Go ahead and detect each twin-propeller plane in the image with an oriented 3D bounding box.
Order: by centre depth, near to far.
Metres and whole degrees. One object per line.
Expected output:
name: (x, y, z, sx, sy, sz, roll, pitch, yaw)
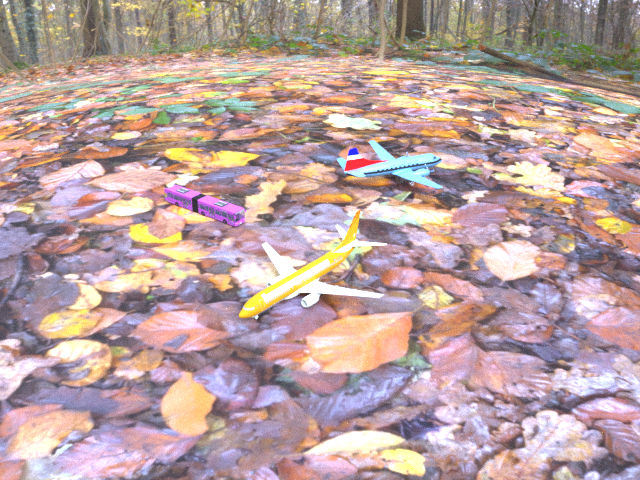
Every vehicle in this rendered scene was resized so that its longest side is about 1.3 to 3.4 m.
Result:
twin-propeller plane: (1.423, -1.502, 13.336, 2.129, 0.792, 2.663, -12, 30, -21)

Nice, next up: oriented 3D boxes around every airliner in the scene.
airliner: (-0.205, 0.342, 9.809, 2.257, 0.835, 2.541, 23, 35, 36)

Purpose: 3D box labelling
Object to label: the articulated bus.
articulated bus: (-2.020, -0.612, 12.194, 1.749, 0.289, 0.311, 19, 33, 32)
